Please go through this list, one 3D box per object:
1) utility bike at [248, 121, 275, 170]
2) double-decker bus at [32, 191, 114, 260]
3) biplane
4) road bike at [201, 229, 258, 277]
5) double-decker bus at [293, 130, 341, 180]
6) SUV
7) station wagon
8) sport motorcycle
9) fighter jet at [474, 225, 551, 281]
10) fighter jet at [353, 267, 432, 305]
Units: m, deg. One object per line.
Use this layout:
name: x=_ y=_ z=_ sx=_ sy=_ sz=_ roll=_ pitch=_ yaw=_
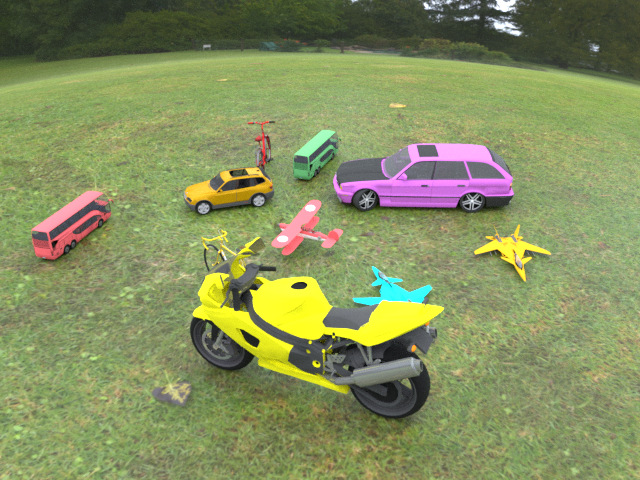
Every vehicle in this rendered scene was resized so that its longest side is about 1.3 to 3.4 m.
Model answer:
utility bike: x=-1.139 y=-1.784 z=13.456 sx=0.535 sy=0.946 sz=1.435 roll=2 pitch=29 yaw=5
double-decker bus: x=-3.894 y=-0.275 z=11.105 sx=0.389 sy=0.541 sz=1.672 roll=9 pitch=30 yaw=15
biplane: x=-0.206 y=-0.102 z=10.826 sx=1.090 sy=0.504 sz=1.336 roll=14 pitch=32 yaw=24
road bike: x=-1.174 y=0.403 z=9.533 sx=0.358 sy=0.852 sz=1.545 roll=-22 pitch=35 yaw=-35
double-decker bus: x=-0.055 y=-1.694 z=13.715 sx=0.389 sy=0.541 sz=1.672 roll=11 pitch=30 yaw=19
SUV: x=-1.587 y=-0.896 z=12.206 sx=1.572 sy=0.580 sz=0.656 roll=-9 pitch=30 yaw=-16
station wagon: x=1.789 y=-1.156 z=12.328 sx=3.105 sy=0.920 sz=1.327 roll=1 pitch=29 yaw=1
sport motorcycle: x=-0.161 y=1.011 z=7.636 sx=2.955 sy=1.596 sz=0.983 roll=11 pitch=31 yaw=20
fighter jet: x=2.927 y=0.186 z=10.524 sx=1.147 sy=0.286 sz=1.358 roll=0 pitch=29 yaw=0
fighter jet: x=0.975 y=0.625 z=9.717 sx=1.147 sy=0.286 sz=1.358 roll=-8 pitch=30 yaw=-15
